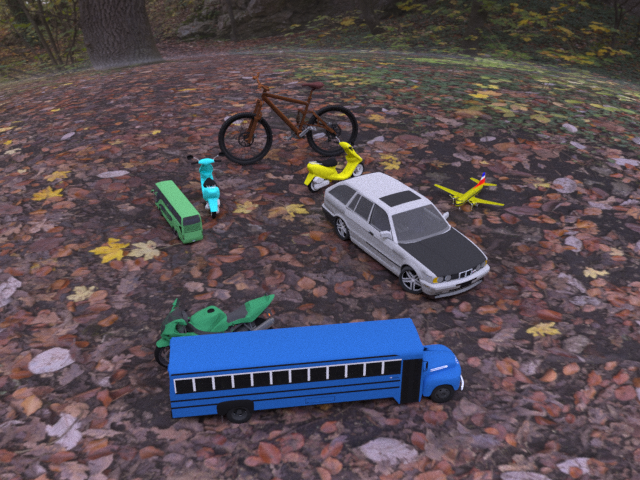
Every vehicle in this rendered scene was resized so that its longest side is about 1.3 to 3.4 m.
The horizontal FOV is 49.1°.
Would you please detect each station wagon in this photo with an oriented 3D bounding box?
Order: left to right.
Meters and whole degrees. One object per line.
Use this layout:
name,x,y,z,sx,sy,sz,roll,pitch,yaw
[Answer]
station wagon,1.253,-0.214,10.802,1.327,0.920,3.105,-16,33,-26

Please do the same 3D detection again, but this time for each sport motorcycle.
sport motorcycle,-1.277,1.107,8.550,1.520,0.821,0.506,-10,31,-17

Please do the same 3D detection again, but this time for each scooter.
scooter,-1.943,-1.020,12.240,0.662,0.919,1.399,-7,30,-12
scooter,0.288,-1.434,12.978,1.399,0.919,0.662,-21,35,-33

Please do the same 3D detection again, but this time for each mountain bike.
mountain bike,-0.610,-2.367,13.855,2.857,1.688,1.114,-7,30,-12

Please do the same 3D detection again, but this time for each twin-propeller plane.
twin-propeller plane,2.696,-0.871,12.498,1.370,0.407,1.095,21,36,33

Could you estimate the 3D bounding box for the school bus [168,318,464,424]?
school bus,-0.010,1.445,7.925,3.322,0.844,0.709,-4,30,-7

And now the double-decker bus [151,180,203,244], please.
double-decker bus,-2.398,-0.505,11.708,0.389,0.541,1.672,-14,32,-24
